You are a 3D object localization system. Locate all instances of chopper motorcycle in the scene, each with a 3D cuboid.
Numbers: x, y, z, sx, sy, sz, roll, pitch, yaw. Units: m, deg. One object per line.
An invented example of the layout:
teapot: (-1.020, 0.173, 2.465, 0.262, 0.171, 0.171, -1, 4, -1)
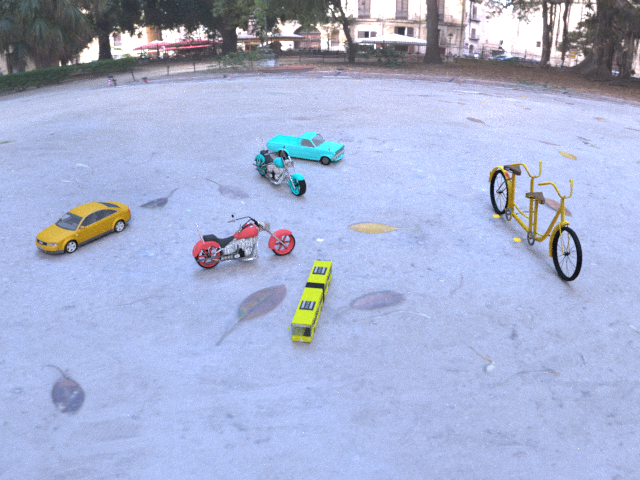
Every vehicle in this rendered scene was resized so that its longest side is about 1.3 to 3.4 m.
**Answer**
chopper motorcycle: (-1.105, -0.020, 10.254, 1.563, 0.761, 0.466, -11, 28, -22)
chopper motorcycle: (-0.756, -1.373, 13.035, 0.466, 0.761, 1.563, -18, 31, -32)

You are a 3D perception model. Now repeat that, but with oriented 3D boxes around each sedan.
sedan: (-3.733, -0.260, 11.063, 0.635, 0.483, 1.613, 17, 31, 32)

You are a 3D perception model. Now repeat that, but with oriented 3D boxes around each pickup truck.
pickup truck: (-0.297, -1.958, 14.525, 1.603, 0.511, 0.640, 11, 28, 21)

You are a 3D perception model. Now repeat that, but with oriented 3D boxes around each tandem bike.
tandem bike: (3.247, -0.567, 10.732, 0.550, 1.326, 3.192, -4, 26, -9)

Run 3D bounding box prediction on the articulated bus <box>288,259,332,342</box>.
articulated bus: (-0.089, 0.758, 9.193, 0.311, 0.289, 1.749, 4, 26, 9)
